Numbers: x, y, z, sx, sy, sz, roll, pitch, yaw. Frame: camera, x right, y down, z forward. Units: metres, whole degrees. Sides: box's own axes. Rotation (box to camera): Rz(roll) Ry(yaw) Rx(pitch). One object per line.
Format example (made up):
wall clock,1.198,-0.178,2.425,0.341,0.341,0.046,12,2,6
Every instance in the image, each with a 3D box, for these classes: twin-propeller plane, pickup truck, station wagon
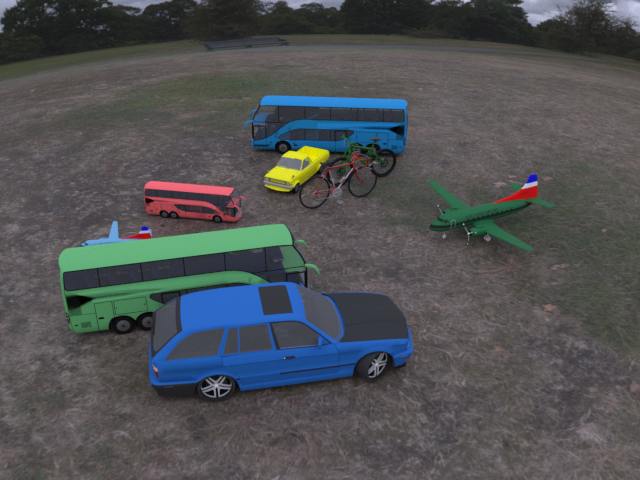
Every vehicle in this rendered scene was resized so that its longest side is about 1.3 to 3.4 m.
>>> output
twin-propeller plane,-3.118,0.000,10.680,1.095,0.407,1.370,-4,30,-6
pickup truck,-0.415,-1.380,13.009,0.640,0.511,1.603,14,32,23
station wagon,-0.449,1.066,8.280,3.105,0.920,1.327,-5,30,-9
twin-propeller plane,2.662,-0.533,11.231,2.129,0.792,2.663,-13,32,-22

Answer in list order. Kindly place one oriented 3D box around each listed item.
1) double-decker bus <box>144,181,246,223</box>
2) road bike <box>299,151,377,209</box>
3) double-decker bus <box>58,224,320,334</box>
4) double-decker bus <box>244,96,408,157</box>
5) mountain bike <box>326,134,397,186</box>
double-decker bus,-2.091,-0.635,11.664,1.672,0.541,0.389,5,30,9
road bike,0.330,-1.026,12.038,1.545,0.852,0.358,-15,33,-24
double-decker bus,-1.662,0.484,9.172,3.251,1.052,0.756,-7,30,-12
double-decker bus,0.129,-2.311,14.102,3.251,1.052,0.756,3,30,5
mountain bike,0.771,-1.478,12.820,1.469,0.868,0.573,-14,32,-23
